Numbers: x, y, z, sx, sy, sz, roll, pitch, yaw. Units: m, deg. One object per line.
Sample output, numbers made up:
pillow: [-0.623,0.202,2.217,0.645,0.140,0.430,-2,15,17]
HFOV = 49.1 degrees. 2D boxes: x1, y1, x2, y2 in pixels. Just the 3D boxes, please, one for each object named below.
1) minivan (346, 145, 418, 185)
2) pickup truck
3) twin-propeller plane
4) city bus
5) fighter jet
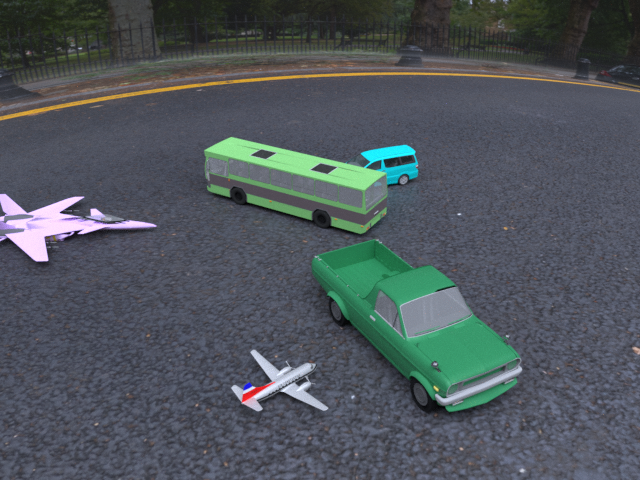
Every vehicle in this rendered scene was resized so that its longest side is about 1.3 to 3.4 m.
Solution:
minivan: [1.058,-1.345,13.097,1.548,0.616,0.681,-11,31,-19]
pickup truck: [1.077,0.853,8.739,1.244,0.993,3.117,-15,32,-25]
twin-propeller plane: [-0.449,1.600,7.996,1.095,0.407,1.370,-23,36,-35]
city bus: [-0.469,-0.952,12.099,3.255,0.894,0.926,16,33,27]
fighter jet: [-4.001,-0.349,11.359,2.640,0.557,2.229,-1,29,-2]
